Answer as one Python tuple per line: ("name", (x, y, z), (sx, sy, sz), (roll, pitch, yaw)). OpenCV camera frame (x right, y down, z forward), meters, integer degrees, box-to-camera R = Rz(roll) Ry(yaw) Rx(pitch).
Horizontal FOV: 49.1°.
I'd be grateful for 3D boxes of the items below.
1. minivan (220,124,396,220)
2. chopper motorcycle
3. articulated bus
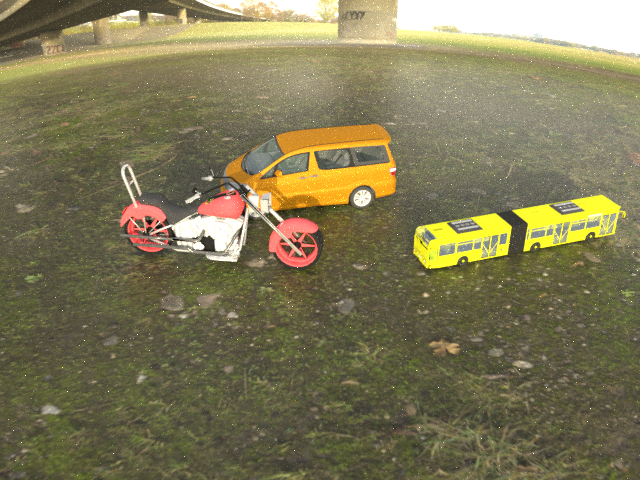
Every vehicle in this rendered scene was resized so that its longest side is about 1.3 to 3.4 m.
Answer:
("minivan", (-0.219, -1.231, 12.094), (3.011, 1.197, 1.324), (-6, 30, -11))
("chopper motorcycle", (-1.466, -0.331, 10.244), (3.040, 1.480, 0.906), (4, 30, 7))
("articulated bus", (3.098, -0.144, 10.839), (3.401, 0.561, 0.605), (-10, 31, -16))
